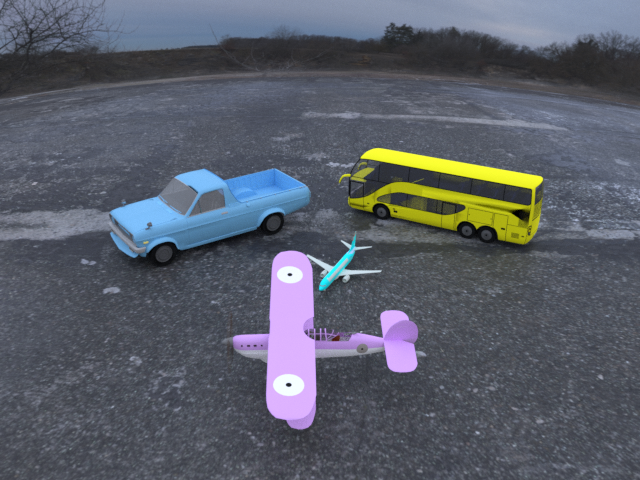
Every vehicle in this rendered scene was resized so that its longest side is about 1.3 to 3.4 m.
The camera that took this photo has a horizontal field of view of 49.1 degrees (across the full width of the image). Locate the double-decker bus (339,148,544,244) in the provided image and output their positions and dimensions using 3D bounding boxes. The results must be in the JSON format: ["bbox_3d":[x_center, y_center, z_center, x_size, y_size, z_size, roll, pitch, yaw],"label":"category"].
[{"bbox_3d":[1.915,-0.753,11.355,3.251,1.052,0.756,14,29,26],"label":"double-decker bus"}]

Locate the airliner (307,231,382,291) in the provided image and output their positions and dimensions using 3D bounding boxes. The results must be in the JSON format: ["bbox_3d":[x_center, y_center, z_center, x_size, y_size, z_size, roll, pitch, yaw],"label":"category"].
[{"bbox_3d":[0.273,0.306,9.910,1.161,0.429,1.307,12,29,22],"label":"airliner"}]

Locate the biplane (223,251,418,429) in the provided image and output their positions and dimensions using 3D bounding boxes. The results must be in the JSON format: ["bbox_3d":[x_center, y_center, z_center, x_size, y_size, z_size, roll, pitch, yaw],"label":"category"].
[{"bbox_3d":[0.005,1.141,7.592,2.120,0.981,2.598,-1,26,-1],"label":"biplane"}]

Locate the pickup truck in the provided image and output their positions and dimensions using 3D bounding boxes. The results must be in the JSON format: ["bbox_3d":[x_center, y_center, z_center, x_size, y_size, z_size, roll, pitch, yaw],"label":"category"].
[{"bbox_3d":[-1.693,-0.548,11.005,3.117,0.993,1.244,-17,31,-31],"label":"pickup truck"}]
